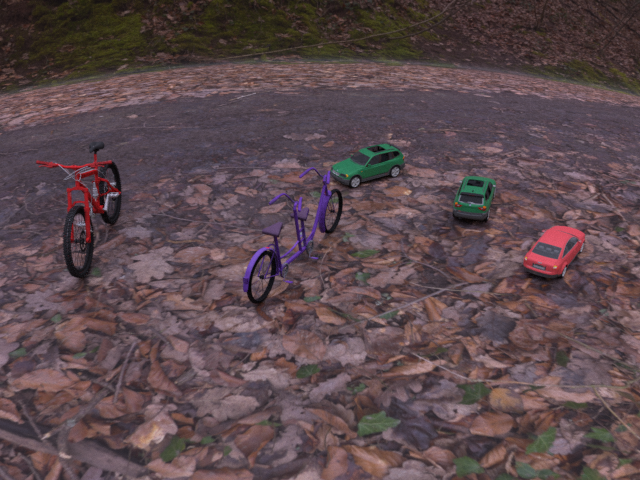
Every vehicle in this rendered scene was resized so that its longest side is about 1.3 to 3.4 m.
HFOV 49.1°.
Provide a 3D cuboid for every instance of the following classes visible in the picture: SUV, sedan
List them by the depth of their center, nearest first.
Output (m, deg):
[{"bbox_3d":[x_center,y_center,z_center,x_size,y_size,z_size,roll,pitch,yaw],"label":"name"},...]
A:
[{"bbox_3d":[3.716,0.102,11.012,0.635,0.483,1.613,18,33,30],"label":"sedan"},{"bbox_3d":[2.813,-0.848,12.666,0.656,0.580,1.572,9,30,16],"label":"SUV"},{"bbox_3d":[0.954,-1.513,13.896,1.572,0.580,0.656,-17,33,-28],"label":"SUV"}]

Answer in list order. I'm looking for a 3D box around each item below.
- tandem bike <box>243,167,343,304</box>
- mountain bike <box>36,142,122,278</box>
[{"bbox_3d":[-0.332,-0.203,10.690,0.550,1.326,3.192,13,31,23],"label":"tandem bike"},{"bbox_3d":[-3.628,-0.662,11.159,1.114,1.688,2.857,0,28,0],"label":"mountain bike"}]
